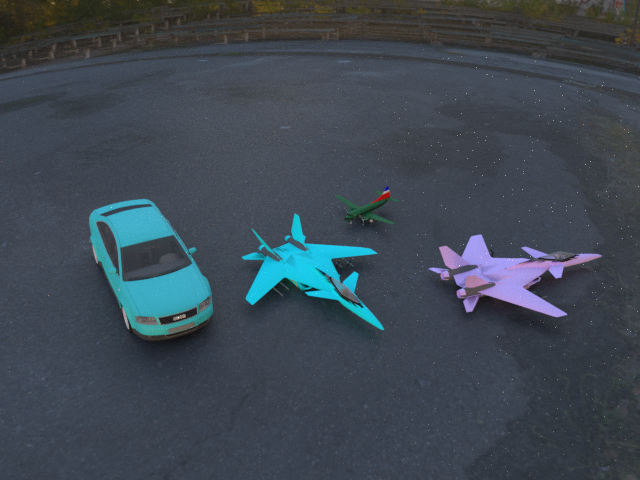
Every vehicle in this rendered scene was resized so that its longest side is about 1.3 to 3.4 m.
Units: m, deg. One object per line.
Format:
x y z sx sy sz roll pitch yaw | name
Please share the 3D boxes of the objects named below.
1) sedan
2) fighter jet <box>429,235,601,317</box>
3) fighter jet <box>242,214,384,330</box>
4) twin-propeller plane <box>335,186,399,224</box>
-2.462 0.240 9.927 1.235 0.940 3.137 -15 34 -23 | sedan
3.033 0.315 10.175 2.640 0.557 2.229 -10 32 -17 | fighter jet
0.045 0.473 9.911 2.229 0.557 2.640 -21 37 -31 | fighter jet
0.809 -0.581 11.816 1.095 0.407 1.370 -25 39 -35 | twin-propeller plane
